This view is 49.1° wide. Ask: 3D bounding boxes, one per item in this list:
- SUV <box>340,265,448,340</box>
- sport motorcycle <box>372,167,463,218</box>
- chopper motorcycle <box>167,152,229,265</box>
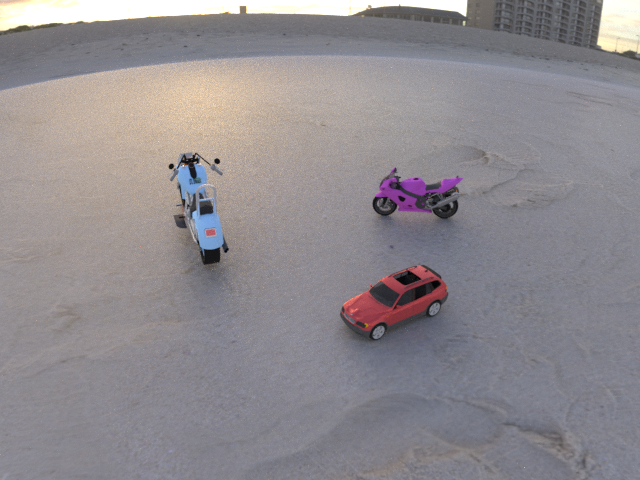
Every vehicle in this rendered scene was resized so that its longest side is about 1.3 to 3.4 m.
[{"bbox_3d":[1.022,0.802,9.526,1.572,0.580,0.656,-18,34,-29],"label":"SUV"},{"bbox_3d":[1.674,-0.775,12.109,1.520,0.821,0.506,3,29,5],"label":"sport motorcycle"},{"bbox_3d":[-2.031,-0.773,11.429,0.906,1.480,3.040,-9,30,-15],"label":"chopper motorcycle"}]
